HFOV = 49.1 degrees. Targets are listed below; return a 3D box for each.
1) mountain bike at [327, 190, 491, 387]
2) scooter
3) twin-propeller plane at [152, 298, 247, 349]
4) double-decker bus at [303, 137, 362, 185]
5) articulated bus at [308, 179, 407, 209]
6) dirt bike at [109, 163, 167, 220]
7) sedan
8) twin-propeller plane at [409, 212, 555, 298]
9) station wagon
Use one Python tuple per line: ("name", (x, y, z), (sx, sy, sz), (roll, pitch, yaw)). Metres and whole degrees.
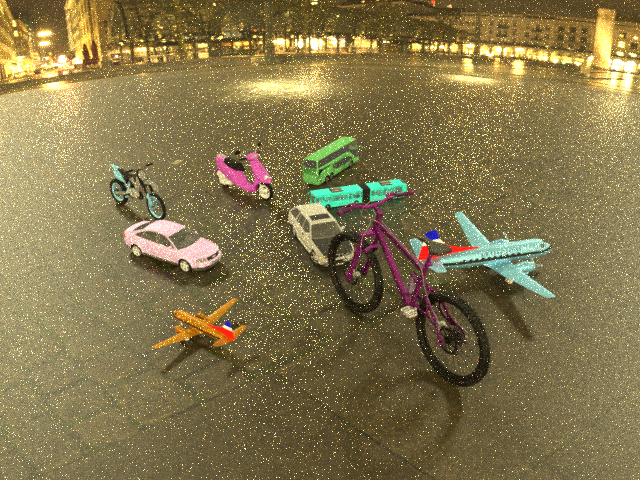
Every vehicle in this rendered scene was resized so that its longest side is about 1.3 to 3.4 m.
("mountain bike", (0.942, 0.477, 8.171), (1.114, 1.688, 2.857), (-17, 32, -30))
("scooter", (-1.369, -1.260, 12.420), (1.399, 0.919, 0.662), (20, 33, 33))
("twin-propeller plane", (-1.436, 1.009, 8.537), (1.095, 0.407, 1.370), (20, 33, 33))
("double-decker bus", (0.241, -1.533, 13.370), (0.389, 0.541, 1.672), (15, 31, 27))
("articulated bus", (0.668, -0.803, 12.217), (1.749, 0.289, 0.311), (-9, 28, -17))
("dirt bike", (-3.076, -0.864, 11.711), (1.493, 0.857, 0.527), (21, 34, 35))
("sedan", (-2.193, 0.029, 10.373), (1.613, 0.483, 0.635), (15, 31, 27))
("twin-propeller plane", (2.366, 0.115, 9.866), (2.129, 0.792, 2.663), (-7, 28, -14))
("station wagon", (0.008, -0.130, 10.695), (0.682, 0.473, 1.597), (-10, 29, -18))
